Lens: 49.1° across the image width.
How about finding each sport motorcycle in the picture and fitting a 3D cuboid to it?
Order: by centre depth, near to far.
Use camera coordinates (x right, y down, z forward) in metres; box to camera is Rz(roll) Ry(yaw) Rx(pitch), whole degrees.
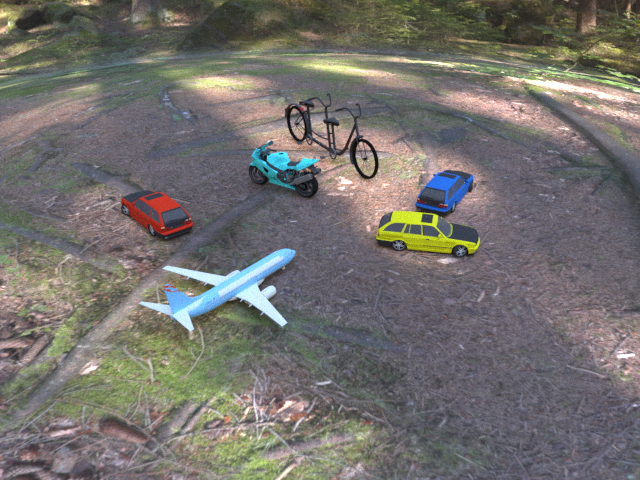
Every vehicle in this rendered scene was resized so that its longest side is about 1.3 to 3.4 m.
[{"bbox_3d":[-0.667,-1.266,12.634,1.520,0.821,0.506,16,33,27],"label":"sport motorcycle"}]

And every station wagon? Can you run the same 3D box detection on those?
[{"bbox_3d":[1.698,-0.131,10.959,1.597,0.473,0.682,6,30,11],"label":"station wagon"},{"bbox_3d":[-2.759,-0.527,11.668,0.682,0.473,1.597,-22,36,-34],"label":"station wagon"},{"bbox_3d":[2.248,-0.941,12.407,0.682,0.473,1.597,15,32,25],"label":"station wagon"}]

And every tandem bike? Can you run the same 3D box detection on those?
[{"bbox_3d":[0.165,-2.237,13.852,0.550,1.326,3.192,-18,34,-30],"label":"tandem bike"}]

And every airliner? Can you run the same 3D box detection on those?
[{"bbox_3d":[-1.156,0.456,9.541,2.257,0.835,2.541,21,35,32],"label":"airliner"}]
